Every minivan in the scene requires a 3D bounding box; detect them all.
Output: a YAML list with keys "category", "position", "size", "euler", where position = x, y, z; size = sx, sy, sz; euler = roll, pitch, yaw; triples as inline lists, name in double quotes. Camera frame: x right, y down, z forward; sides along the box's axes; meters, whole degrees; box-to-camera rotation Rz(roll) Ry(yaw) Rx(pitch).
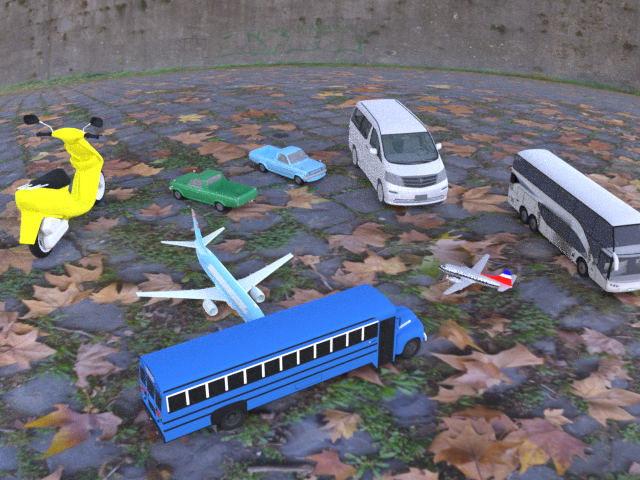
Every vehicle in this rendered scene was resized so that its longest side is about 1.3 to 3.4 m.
- category: "minivan"
  position: [1.392, -1.656, 12.920]
  size: [1.324, 1.197, 3.011]
  euler: [-5, 27, -10]

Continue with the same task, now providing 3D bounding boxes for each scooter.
- category: "scooter"
  position: [-4.011, -0.978, 10.941]
  size: [1.288, 1.786, 2.721]
  euler: [3, 27, 6]

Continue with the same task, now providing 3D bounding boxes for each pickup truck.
- category: "pickup truck"
  position: [-0.632, -1.512, 13.394]
  size: [1.603, 0.511, 0.640]
  euler: [22, 34, 37]
- category: "pickup truck"
  position: [-1.877, -0.909, 12.211]
  size: [1.603, 0.511, 0.640]
  euler: [16, 31, 28]

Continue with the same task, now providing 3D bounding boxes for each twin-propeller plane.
- category: "twin-propeller plane"
  position: [2.126, 0.460, 9.638]
  size: [1.095, 0.407, 1.370]
  euler: [18, 32, 32]

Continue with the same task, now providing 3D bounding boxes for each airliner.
- category: "airliner"
  position: [-1.255, 0.407, 9.272]
  size: [2.257, 0.835, 2.541]
  euler: [-14, 30, -25]

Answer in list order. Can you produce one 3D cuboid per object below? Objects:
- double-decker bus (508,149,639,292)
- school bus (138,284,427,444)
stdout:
- category: "double-decker bus"
  position: [3.848, -0.356, 10.530]
  size: [0.756, 1.052, 3.251]
  euler: [-5, 28, -11]
- category: "school bus"
  position: [-0.263, 1.222, 7.661]
  size: [3.322, 0.844, 0.709]
  euler: [-16, 31, -28]
